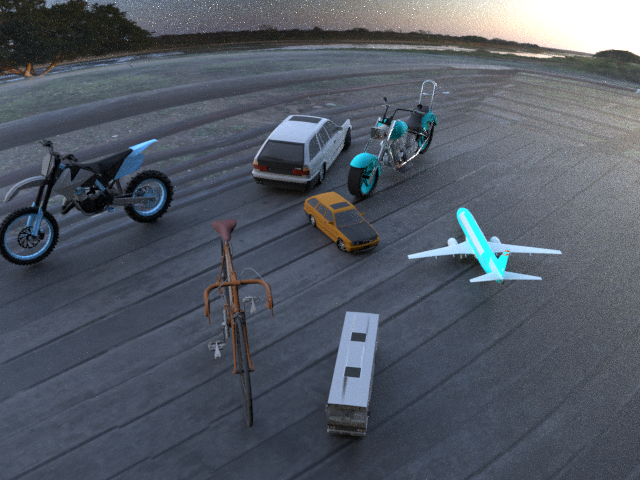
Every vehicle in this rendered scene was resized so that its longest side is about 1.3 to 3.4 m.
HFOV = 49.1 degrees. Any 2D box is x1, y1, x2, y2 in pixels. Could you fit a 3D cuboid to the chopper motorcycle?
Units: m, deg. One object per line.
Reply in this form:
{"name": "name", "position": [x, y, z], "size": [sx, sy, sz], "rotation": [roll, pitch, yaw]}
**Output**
{"name": "chopper motorcycle", "position": [1.394, -1.906, 12.961], "size": [0.906, 1.480, 3.040], "rotation": [18, 34, 29]}

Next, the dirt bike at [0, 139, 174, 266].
{"name": "dirt bike", "position": [-3.515, -0.701, 10.613], "size": [2.903, 1.666, 1.024], "rotation": [-25, 37, -37]}

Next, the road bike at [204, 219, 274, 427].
{"name": "road bike", "position": [-0.997, 0.729, 8.067], "size": [0.696, 1.656, 3.004], "rotation": [-6, 30, -10]}

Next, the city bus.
{"name": "city bus", "position": [0.398, 1.481, 7.946], "size": [0.476, 0.460, 1.674], "rotation": [4, 29, 7]}

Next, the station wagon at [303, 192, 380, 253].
{"name": "station wagon", "position": [0.334, -0.330, 11.173], "size": [0.682, 0.473, 1.597], "rotation": [-15, 32, -25]}

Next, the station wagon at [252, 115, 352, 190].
{"name": "station wagon", "position": [-0.258, -1.934, 13.583], "size": [1.327, 0.920, 3.105], "rotation": [9, 30, 15]}

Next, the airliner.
{"name": "airliner", "position": [2.390, -0.087, 10.366], "size": [2.257, 0.835, 2.541], "rotation": [-2, 29, -3]}
